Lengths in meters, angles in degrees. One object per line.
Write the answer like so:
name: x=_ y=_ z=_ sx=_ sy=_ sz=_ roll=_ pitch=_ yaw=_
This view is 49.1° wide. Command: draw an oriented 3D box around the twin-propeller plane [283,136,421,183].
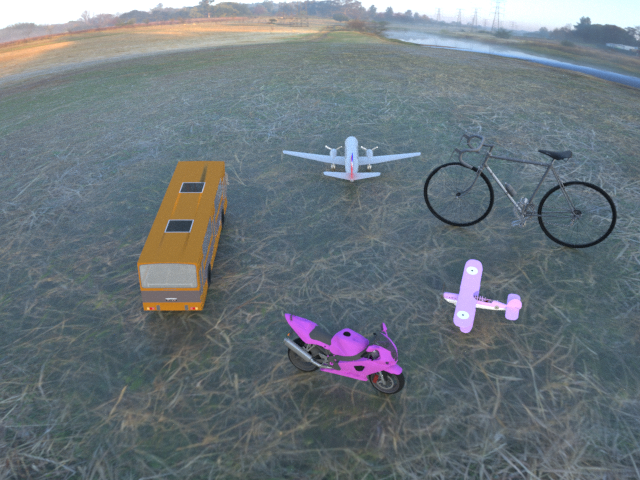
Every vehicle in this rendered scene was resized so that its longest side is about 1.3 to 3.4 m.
twin-propeller plane: x=0.604 y=-1.638 z=13.326 sx=2.663 sy=0.792 sz=2.129 roll=1 pitch=31 yaw=2

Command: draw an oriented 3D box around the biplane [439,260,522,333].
biplane: x=2.148 y=0.845 z=9.434 sx=1.090 sy=0.504 sz=1.336 roll=9 pitch=32 yaw=15

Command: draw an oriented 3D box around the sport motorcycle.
sport motorcycle: x=0.282 y=1.345 z=8.284 sx=1.520 sy=0.821 sz=0.506 roll=12 pitch=33 yaw=20

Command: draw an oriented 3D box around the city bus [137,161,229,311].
city bus: x=-1.998 y=-0.136 z=10.702 sx=0.926 sy=0.894 sz=3.255 roll=0 pitch=31 yaw=0

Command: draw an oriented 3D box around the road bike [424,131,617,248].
road bike: x=3.117 y=-0.771 z=11.024 sx=3.004 sy=1.656 sz=0.697 roll=12 pitch=33 yaw=19
